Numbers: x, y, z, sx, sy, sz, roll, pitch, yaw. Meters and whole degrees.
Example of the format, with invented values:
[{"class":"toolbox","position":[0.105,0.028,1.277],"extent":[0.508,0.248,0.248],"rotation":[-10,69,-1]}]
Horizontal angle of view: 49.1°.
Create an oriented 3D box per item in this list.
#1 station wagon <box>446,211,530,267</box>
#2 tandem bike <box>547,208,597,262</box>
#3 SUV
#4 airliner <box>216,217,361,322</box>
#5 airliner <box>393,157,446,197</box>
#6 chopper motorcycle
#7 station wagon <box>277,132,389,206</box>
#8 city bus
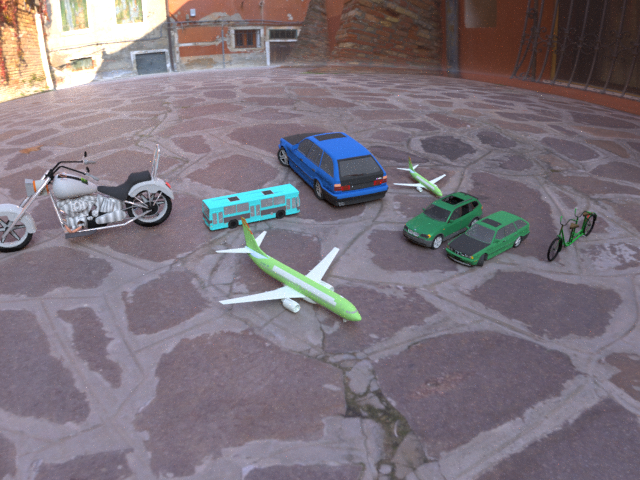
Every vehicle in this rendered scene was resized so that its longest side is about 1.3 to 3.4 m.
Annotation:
[{"class":"station wagon","position":[2.717,-0.064,11.287],"extent":[1.597,0.473,0.682],"rotation":[-22,35,-36]},{"class":"tandem bike","position":[4.098,-0.178,11.279],"extent":[0.283,0.682,1.642],"rotation":[24,36,38]},{"class":"SUV","position":[2.084,-0.368,11.753],"extent":[1.572,0.580,0.656],"rotation":[-22,35,-36]},{"class":"airliner","position":[-0.342,0.423,9.963],"extent":[2.257,0.835,2.541],"rotation":[-24,36,-38]},{"class":"airliner","position":[2.013,-1.210,13.526],"extent":[1.161,0.429,1.307],"rotation":[-11,30,-21]},{"class":"chopper motorcycle","position":[-3.928,-0.693,11.404],"extent":[3.040,1.480,0.906],"rotation":[-10,29,-18]},{"class":"station wagon","position":[0.167,-1.632,13.803],"extent":[1.327,0.920,3.105],"rotation":[-11,30,-21]},{"class":"city bus","position":[-1.195,-0.567,12.263],"extent":[1.674,0.460,0.476],"rotation":[-13,30,-23]}]
